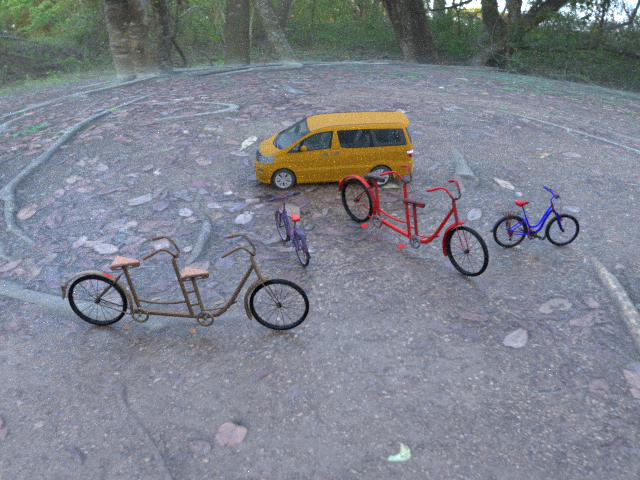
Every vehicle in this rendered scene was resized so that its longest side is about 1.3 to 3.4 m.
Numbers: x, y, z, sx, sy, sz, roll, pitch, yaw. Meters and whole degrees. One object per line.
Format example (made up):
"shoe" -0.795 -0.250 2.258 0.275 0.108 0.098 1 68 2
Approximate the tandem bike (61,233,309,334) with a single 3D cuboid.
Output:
"tandem bike" -1.727 0.561 8.841 3.192 1.326 0.550 1 28 3

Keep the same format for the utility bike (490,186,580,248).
"utility bike" 3.374 -0.345 10.968 1.435 0.946 0.535 -2 28 -3

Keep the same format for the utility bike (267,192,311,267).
"utility bike" -0.481 -0.197 10.686 0.535 0.946 1.435 -11 30 -20

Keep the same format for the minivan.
"minivan" 0.245 -1.752 13.367 3.011 1.197 1.324 -2 28 -5

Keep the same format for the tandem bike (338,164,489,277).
"tandem bike" 1.358 -0.502 10.858 0.550 1.326 3.192 -21 35 -35
